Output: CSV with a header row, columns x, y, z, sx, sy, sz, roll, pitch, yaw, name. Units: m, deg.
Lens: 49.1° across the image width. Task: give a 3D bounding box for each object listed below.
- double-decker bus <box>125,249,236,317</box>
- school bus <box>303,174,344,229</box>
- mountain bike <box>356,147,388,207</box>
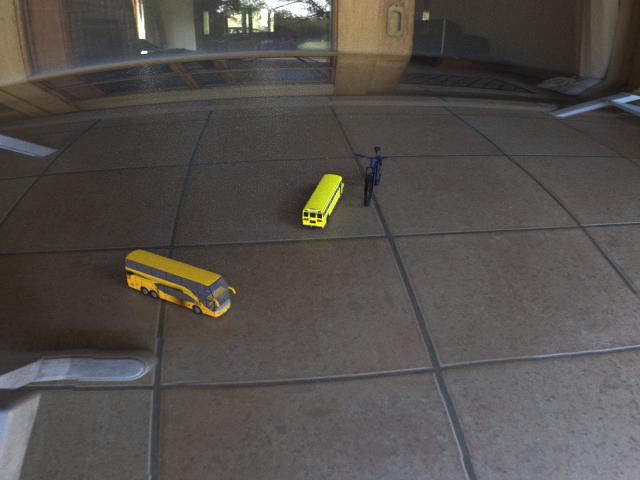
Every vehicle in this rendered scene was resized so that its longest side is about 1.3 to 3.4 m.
x,y,z,sx,sy,sz,roll,pitch,yaw,name
-1.964,0.600,9.701,1.672,0.541,0.389,15,33,25,double-decker bus
0.086,-0.716,12.172,0.365,0.434,1.708,7,30,12,school bus
0.965,-1.216,12.622,0.573,0.868,1.469,7,30,13,mountain bike
